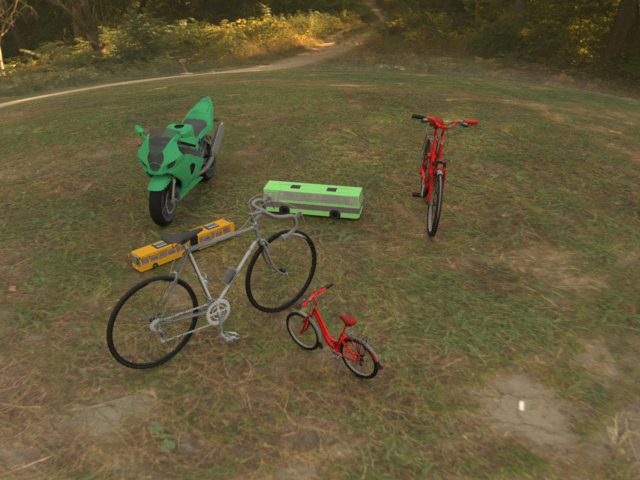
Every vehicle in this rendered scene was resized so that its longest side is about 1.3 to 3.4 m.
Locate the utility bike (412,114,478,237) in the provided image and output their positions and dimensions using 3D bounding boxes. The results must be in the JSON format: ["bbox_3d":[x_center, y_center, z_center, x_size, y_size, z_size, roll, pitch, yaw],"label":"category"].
[{"bbox_3d":[1.991,-1.300,11.733,1.039,1.839,2.791,2,27,3],"label":"utility bike"}]

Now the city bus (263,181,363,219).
[{"bbox_3d":[-0.117,-0.678,12.031,1.674,0.460,0.476,5,27,10],"label":"city bus"}]

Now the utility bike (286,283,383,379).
[{"bbox_3d":[0.104,1.060,8.011,1.435,0.946,0.535,21,33,35],"label":"utility bike"}]

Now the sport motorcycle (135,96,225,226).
[{"bbox_3d":[-2.397,-1.448,12.301,0.983,1.596,2.955,5,27,9],"label":"sport motorcycle"}]

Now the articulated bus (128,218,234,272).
[{"bbox_3d":[-2.081,0.060,10.747,1.749,0.289,0.311,-23,35,-38],"label":"articulated bus"}]

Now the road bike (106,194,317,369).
[{"bbox_3d":[-1.189,0.458,8.422,3.004,1.656,0.696,-21,33,-36],"label":"road bike"}]
